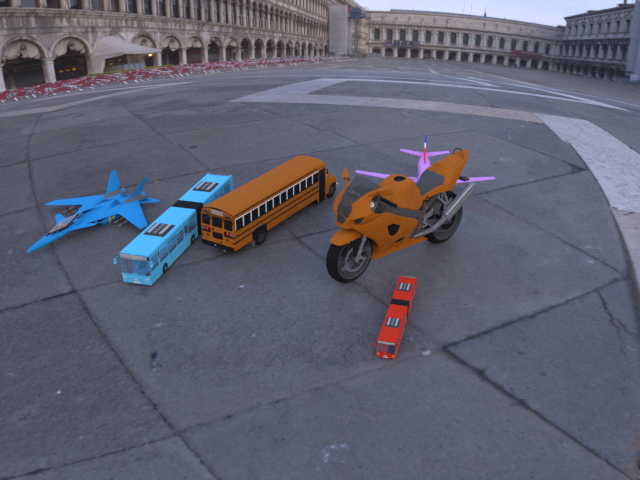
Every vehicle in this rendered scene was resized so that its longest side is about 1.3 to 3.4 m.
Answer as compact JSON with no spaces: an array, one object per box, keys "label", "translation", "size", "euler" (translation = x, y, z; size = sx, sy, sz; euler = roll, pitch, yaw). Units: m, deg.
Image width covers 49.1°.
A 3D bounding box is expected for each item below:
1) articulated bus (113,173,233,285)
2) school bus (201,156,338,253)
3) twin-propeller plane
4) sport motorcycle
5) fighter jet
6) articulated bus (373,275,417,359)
[{"label":"articulated bus","translation":[-2.288,-0.284,11.682],"size":[0.605,0.561,3.401],"euler":[7,28,13]},{"label":"school bus","translation":[-0.756,-0.740,12.267],"size":[0.709,0.844,3.322],"euler":[16,31,28]},{"label":"twin-propeller plane","translation":[2.037,-1.395,13.617],"size":[2.663,0.792,2.129],"euler":[3,27,7]},{"label":"sport motorcycle","translation":[1.241,-0.412,10.790],"size":[2.955,1.596,0.983],"euler":[-21,34,-35]},{"label":"fighter jet","translation":[-4.060,-0.484,12.081],"size":[2.229,0.557,2.640],"euler":[13,30,24]},{"label":"articulated bus","translation":[1.050,1.002,9.446],"size":[0.311,0.289,1.749],"euler":[7,28,14]}]
